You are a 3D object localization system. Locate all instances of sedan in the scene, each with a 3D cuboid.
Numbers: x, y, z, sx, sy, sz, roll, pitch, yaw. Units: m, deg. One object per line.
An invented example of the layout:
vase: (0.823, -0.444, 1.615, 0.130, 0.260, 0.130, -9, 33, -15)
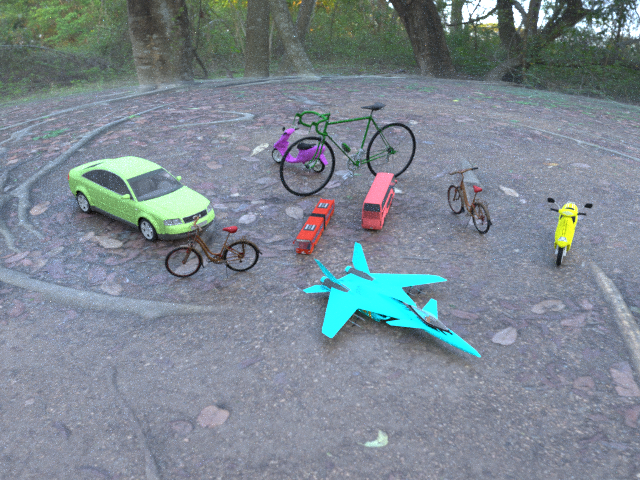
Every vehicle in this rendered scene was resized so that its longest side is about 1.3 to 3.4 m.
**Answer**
sedan: (-3.150, -0.845, 12.159, 3.137, 0.940, 1.235, 20, 32, 35)

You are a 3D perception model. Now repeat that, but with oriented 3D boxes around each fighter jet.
fighter jet: (1.053, 0.810, 9.195, 2.229, 0.557, 2.640, -21, 33, -36)

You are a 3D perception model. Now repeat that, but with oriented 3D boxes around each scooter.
scooter: (3.859, -0.251, 10.962, 0.662, 0.919, 1.399, 10, 28, 20)
scooter: (-0.438, -1.916, 14.384, 1.399, 0.919, 0.662, 16, 30, 30)

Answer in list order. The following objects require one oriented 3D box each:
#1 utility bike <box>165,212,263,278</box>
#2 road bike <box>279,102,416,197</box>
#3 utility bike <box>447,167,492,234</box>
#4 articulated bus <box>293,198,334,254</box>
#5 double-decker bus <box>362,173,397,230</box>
utility bike: (-1.542, 0.120, 10.169, 1.435, 0.946, 0.535, -6, 27, -12)
road bike: (0.589, -1.767, 13.234, 3.004, 1.656, 0.696, -13, 29, -25)
utility bike: (2.487, -0.702, 11.857, 0.535, 0.946, 1.435, -9, 27, -17)
articulated bus: (-0.066, -0.255, 11.691, 0.311, 0.289, 1.749, 6, 27, 12)
double-decker bus: (1.051, -0.718, 12.354, 0.389, 0.541, 1.672, 6, 27, 12)
